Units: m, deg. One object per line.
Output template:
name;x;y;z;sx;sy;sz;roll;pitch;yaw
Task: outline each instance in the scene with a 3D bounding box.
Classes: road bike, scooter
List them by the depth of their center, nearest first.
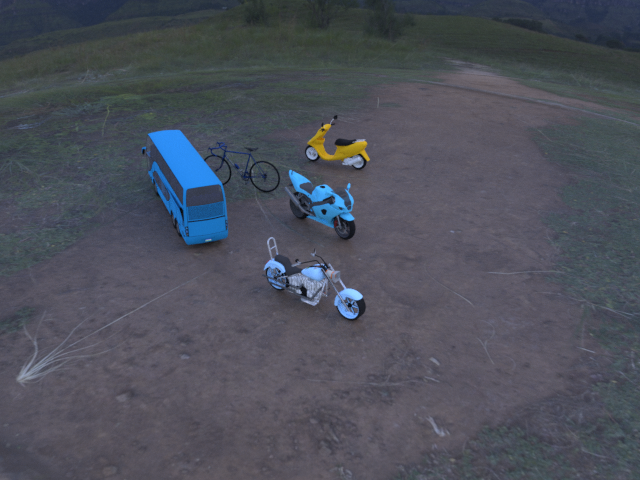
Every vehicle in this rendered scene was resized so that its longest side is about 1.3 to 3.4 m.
road bike;-1.437;-1.315;12.568;1.545;0.852;0.358;9;28;17
scooter;0.324;-1.889;13.642;1.399;0.919;0.662;13;29;24

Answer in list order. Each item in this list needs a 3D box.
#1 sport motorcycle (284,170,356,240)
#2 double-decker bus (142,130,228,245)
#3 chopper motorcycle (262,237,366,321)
sport motorcycle;0.017;-0.570;11.113;0.506;0.821;1.520;-22;34;-37
double-decker bus;-2.301;-0.984;11.683;0.756;1.052;3.251;-11;28;-20
chopper motorcycle;-0.094;0.495;9.050;1.563;0.761;0.466;18;32;32
